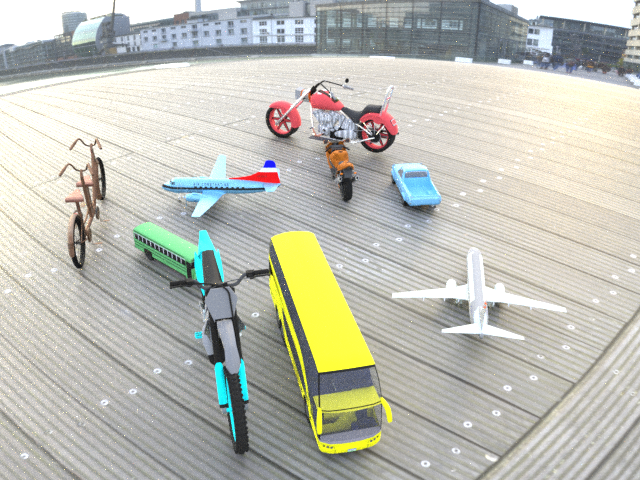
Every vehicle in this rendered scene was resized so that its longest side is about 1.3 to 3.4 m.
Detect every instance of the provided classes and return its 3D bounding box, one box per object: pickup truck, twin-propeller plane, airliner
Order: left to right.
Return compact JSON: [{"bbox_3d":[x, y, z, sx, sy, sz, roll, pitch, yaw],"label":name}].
[{"bbox_3d":[-1.758,-1.054,12.360,2.129,0.792,2.663,1,29,2],"label":"twin-propeller plane"},{"bbox_3d":[1.715,-1.043,12.634,0.640,0.511,1.603,-3,29,-5],"label":"pickup truck"},{"bbox_3d":[2.131,0.531,9.421,2.257,0.835,2.541,4,29,8],"label":"airliner"}]

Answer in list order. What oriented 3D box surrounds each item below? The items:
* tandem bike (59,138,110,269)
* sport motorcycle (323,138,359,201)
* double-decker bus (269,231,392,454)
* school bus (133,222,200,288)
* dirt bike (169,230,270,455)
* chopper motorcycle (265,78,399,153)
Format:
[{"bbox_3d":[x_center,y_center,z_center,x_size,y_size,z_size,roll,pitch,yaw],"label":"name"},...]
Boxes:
[{"bbox_3d":[-3.749,-0.742,11.235,0.550,1.326,3.192,-4,29,-7],"label":"tandem bike"},{"bbox_3d":[0.377,-1.319,12.813,0.506,0.821,1.520,-5,29,-9],"label":"sport motorcycle"},{"bbox_3d":[-0.022,1.076,8.199,0.756,1.052,3.251,-6,29,-11],"label":"double-decker bus"},{"bbox_3d":[-2.136,0.212,10.420,1.708,0.434,0.365,24,37,36],"label":"school bus"},{"bbox_3d":[-1.106,0.936,7.816,1.024,1.666,2.903,-7,30,-13],"label":"dirt bike"},{"bbox_3d":[0.202,-2.682,14.617,3.040,1.480,0.906,14,32,24],"label":"chopper motorcycle"}]
